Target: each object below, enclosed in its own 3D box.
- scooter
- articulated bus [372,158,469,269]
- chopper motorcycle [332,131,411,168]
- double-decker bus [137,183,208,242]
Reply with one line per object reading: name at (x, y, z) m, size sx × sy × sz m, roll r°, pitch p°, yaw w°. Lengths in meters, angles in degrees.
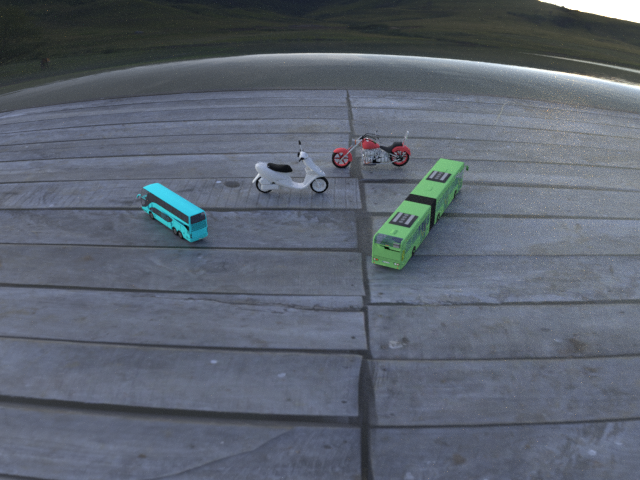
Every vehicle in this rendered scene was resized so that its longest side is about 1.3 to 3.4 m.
scooter at (-0.540, -1.275, 12.747) m, size 1.399 × 0.919 × 0.662 m, roll 0°, pitch 29°, yaw 0°
articulated bus at (1.737, -0.530, 11.788) m, size 0.605 × 0.561 × 3.401 m, roll 13°, pitch 32°, yaw 22°
chopper motorcycle at (1.015, -1.790, 13.821) m, size 1.563 × 0.761 × 0.466 m, roll 0°, pitch 29°, yaw 0°
double-decker bus at (-2.481, -0.488, 11.735) m, size 0.389 × 0.541 × 1.672 m, roll -24°, pitch 37°, yaw -35°
